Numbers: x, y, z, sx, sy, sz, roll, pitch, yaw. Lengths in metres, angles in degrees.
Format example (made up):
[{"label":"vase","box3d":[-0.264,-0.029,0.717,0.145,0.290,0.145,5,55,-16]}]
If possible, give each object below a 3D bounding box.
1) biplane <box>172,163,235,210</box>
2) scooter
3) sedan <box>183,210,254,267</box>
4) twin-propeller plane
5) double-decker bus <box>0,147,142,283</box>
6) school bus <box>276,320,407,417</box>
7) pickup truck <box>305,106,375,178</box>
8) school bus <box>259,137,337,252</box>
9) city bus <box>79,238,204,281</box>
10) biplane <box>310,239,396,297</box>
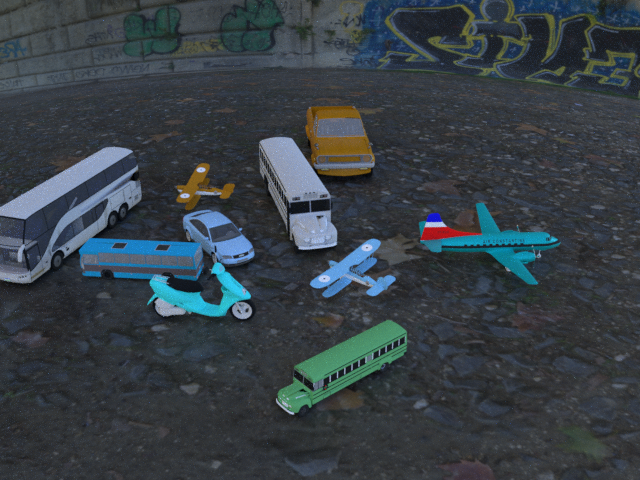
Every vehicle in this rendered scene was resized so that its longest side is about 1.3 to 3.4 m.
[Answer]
[{"label":"biplane","box3d":[-2.050,-0.869,12.284,1.090,0.504,1.336,4,27,9]},{"label":"scooter","box3d":[-1.518,0.613,8.878,1.399,0.919,0.662,2,27,3]},{"label":"sedan","box3d":[-1.574,-0.088,10.756,0.635,0.483,1.613,-17,31,-30]},{"label":"twin-propeller plane","box3d":[2.540,-0.060,10.356,2.129,0.792,2.663,-2,27,-3]},{"label":"double-decker bus","box3d":[-3.880,-0.446,10.835,0.756,1.052,3.251,8,28,15]},{"label":"school bus","box3d":[0.262,1.413,7.829,1.708,0.434,0.365,-21,33,-35]},{"label":"pickup truck","box3d":[0.359,-2.179,14.343,1.244,0.993,3.117,-2,27,-3]},{"label":"school bus","box3d":[-0.422,-0.834,11.838,0.709,0.844,3.322,-6,27,-13]},{"label":"city bus","box3d":[-2.541,0.298,10.016,1.674,0.460,0.476,2,27,5]},{"label":"biplane","box3d":[0.484,0.491,9.583,1.090,0.504,1.336,23,35,38]}]
